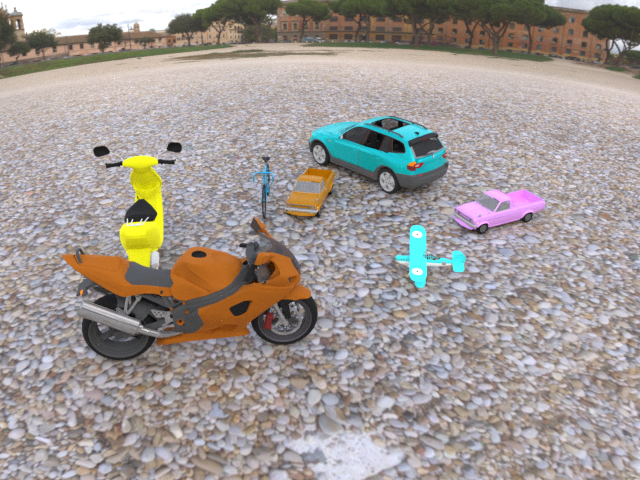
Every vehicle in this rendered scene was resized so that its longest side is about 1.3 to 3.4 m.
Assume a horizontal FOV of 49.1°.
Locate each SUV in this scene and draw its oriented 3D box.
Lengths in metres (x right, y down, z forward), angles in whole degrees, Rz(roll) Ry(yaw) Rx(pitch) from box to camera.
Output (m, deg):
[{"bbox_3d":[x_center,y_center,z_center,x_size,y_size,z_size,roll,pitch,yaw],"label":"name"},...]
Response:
[{"bbox_3d":[1.093,-1.864,13.774,1.276,1.128,3.058,-23,36,-36],"label":"SUV"}]

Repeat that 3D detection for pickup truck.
[{"bbox_3d":[-0.160,-0.929,12.689,0.640,0.511,1.603,6,29,12],"label":"pickup truck"},{"bbox_3d":[3.085,-0.567,12.017,1.603,0.511,0.640,-13,31,-23],"label":"pickup truck"}]

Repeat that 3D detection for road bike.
[{"bbox_3d":[-0.967,-1.000,12.461,0.358,0.852,1.545,0,28,0],"label":"road bike"}]

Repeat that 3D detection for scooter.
[{"bbox_3d":[-2.656,-0.483,10.515,1.288,1.786,2.721,-4,29,-8],"label":"scooter"}]

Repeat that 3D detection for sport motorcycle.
[{"bbox_3d":[-1.492,0.693,8.531,2.955,1.596,0.983,-4,29,-7],"label":"sport motorcycle"}]

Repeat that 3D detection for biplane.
[{"bbox_3d":[1.605,0.315,10.386,1.090,0.504,1.336,3,28,6],"label":"biplane"}]
